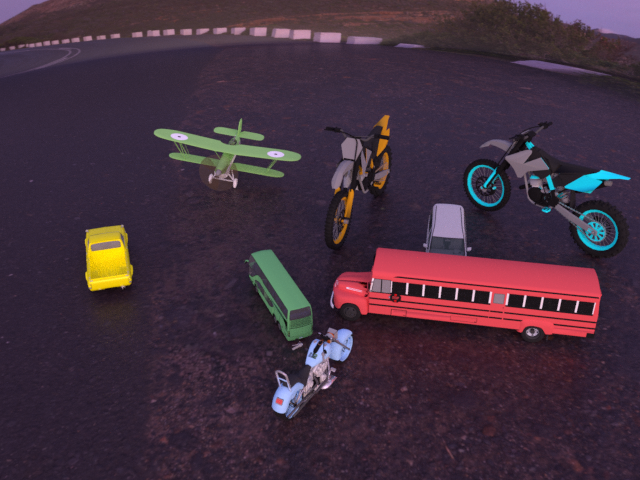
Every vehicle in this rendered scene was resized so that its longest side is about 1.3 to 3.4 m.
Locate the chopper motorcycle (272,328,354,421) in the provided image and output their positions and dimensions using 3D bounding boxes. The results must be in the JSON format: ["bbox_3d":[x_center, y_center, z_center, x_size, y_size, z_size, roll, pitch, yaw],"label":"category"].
[{"bbox_3d":[-0.041,1.374,7.886,0.466,0.761,1.563,17,34,26],"label":"chopper motorcycle"}]

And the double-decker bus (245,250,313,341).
[{"bbox_3d":[-0.559,0.678,9.300,0.389,0.541,1.672,-12,32,-20],"label":"double-decker bus"}]

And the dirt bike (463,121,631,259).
[{"bbox_3d":[3.434,-0.850,10.805,1.024,1.666,2.903,-25,39,-36],"label":"dirt bike"}]

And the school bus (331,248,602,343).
[{"bbox_3d":[1.797,0.673,9.008,3.322,0.844,0.709,6,31,9],"label":"school bus"}]

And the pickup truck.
[{"bbox_3d":[-3.078,0.206,10.140,0.640,0.511,1.603,-9,31,-15],"label":"pickup truck"}]

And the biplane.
[{"bbox_3d":[-1.599,-1.601,12.776,2.598,0.981,2.120,3,30,5],"label":"biplane"}]

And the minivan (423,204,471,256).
[{"bbox_3d":[1.859,0.058,10.290,0.681,0.616,1.548,5,31,8],"label":"minivan"}]

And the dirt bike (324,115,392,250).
[{"bbox_3d":[0.681,-1.075,11.192,1.024,1.666,2.903,12,32,19],"label":"dirt bike"}]
